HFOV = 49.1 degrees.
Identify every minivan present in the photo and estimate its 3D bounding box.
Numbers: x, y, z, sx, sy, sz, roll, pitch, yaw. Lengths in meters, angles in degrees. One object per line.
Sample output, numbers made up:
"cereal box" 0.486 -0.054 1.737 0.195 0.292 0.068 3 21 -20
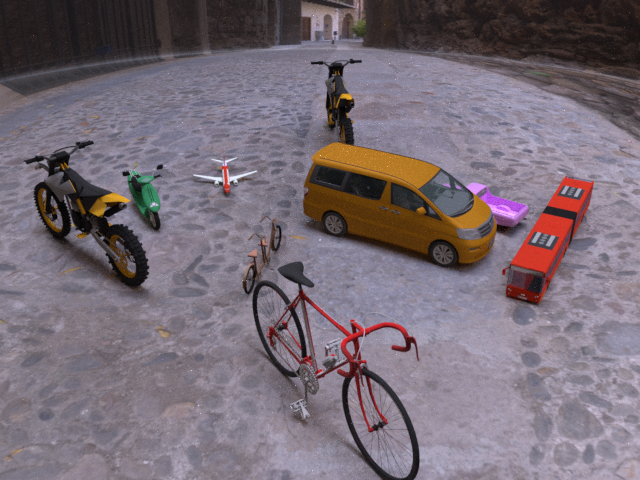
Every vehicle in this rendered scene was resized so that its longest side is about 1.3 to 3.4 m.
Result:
"minivan" 1.229 -0.605 10.812 3.011 1.197 1.324 16 33 26

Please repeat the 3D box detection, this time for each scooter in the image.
"scooter" -2.892 -0.811 11.463 0.662 0.919 1.399 -15 33 -25

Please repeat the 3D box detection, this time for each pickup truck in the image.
"pickup truck" 2.590 -0.615 11.530 1.603 0.511 0.640 21 35 32

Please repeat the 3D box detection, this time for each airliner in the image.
"airliner" -1.722 -1.247 12.739 1.161 0.429 1.307 -4 30 -8

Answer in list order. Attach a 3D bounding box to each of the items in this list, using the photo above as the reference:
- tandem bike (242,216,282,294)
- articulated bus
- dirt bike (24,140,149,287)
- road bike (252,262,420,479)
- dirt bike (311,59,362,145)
"tandem bike" -0.815 0.143 10.003 0.283 0.682 1.642 7 30 13
"articulated bus" 3.533 -0.113 10.584 0.605 0.561 3.401 15 33 25
"dirt bike" -3.421 -0.448 10.051 2.903 1.666 1.024 24 37 36
"road bike" 0.038 1.172 7.175 0.696 1.656 3.004 -18 34 -29
"dirt bike" 0.369 -2.707 14.079 1.024 1.666 2.903 -3 29 -6
